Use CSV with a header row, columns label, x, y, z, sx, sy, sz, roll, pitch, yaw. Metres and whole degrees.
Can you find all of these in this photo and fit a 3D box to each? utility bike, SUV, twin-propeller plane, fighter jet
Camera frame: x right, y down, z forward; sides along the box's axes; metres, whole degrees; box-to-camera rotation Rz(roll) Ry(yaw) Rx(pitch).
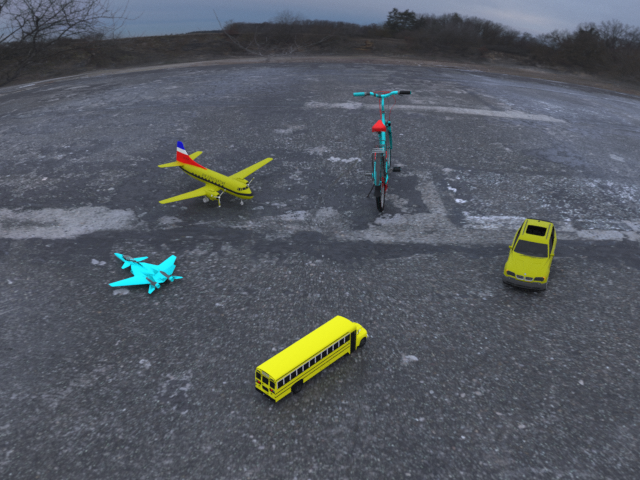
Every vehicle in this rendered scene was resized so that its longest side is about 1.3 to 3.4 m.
label,x,y,z,sx,sy,sz,roll,pitch,yaw
utility bike,1.062,-1.731,12.690,1.039,1.839,2.791,4,29,8
SUV,3.191,0.180,10.546,0.656,0.580,1.572,11,31,19
twin-propeller plane,-1.974,-1.223,12.853,2.129,0.792,2.663,23,37,36
fighter jet,-2.723,0.357,10.530,1.358,0.286,1.147,24,37,36

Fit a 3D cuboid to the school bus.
label,x,y,z,sx,sy,sz,roll,pitch,yaw
school bus,-0.051,1.380,8.536,0.365,0.434,1.708,24,37,36
